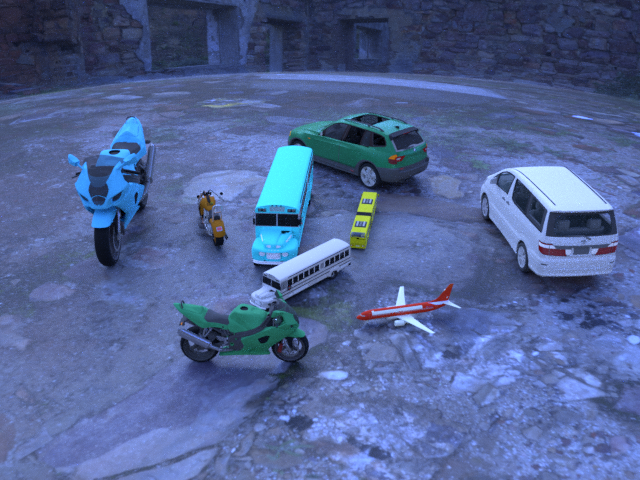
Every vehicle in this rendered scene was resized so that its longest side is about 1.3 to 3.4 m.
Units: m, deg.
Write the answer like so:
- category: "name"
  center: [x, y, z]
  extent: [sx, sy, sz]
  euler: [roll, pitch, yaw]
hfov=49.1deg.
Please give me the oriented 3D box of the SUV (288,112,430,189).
- category: "SUV"
  center: [0.694, -1.919, 13.704]
  extent: [1.276, 1.128, 3.058]
  euler: [-23, 35, -39]

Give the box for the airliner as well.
- category: "airliner"
  center: [1.096, 0.811, 8.923]
  extent: [1.307, 0.429, 1.161]
  euler: [-6, 27, -12]

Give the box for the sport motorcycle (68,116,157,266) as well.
- category: "sport motorcycle"
  center: [-3.128, -0.838, 10.964]
  extent: [0.983, 1.596, 2.955]
  euler: [-1, 26, -2]

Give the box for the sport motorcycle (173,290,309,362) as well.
- category: "sport motorcycle"
  center: [-0.886, 1.041, 8.008]
  extent: [1.520, 0.821, 0.506]
  euler: [0, 26, 1]

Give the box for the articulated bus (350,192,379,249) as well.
- category: "articulated bus"
  center: [0.727, -0.348, 11.451]
  extent: [0.311, 0.289, 1.749]
  euler: [4, 26, 9]

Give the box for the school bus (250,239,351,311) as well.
- category: "school bus"
  center: [-0.254, 0.466, 9.624]
  extent: [0.365, 0.434, 1.708]
  euler: [22, 34, 37]

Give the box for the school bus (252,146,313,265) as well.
- category: "school bus"
  center: [-0.559, -0.615, 11.364]
  extent: [0.709, 0.844, 3.322]
  euler: [2, 26, 3]

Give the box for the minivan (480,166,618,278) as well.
- category: "minivan"
  center: [3.392, -0.492, 10.713]
  extent: [1.324, 1.197, 3.011]
  euler: [-2, 26, -4]

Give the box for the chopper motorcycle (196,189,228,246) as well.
- category: "chopper motorcycle"
  center: [-1.759, -0.473, 11.170]
  extent: [0.466, 0.761, 1.563]
  euler: [-9, 27, -17]
